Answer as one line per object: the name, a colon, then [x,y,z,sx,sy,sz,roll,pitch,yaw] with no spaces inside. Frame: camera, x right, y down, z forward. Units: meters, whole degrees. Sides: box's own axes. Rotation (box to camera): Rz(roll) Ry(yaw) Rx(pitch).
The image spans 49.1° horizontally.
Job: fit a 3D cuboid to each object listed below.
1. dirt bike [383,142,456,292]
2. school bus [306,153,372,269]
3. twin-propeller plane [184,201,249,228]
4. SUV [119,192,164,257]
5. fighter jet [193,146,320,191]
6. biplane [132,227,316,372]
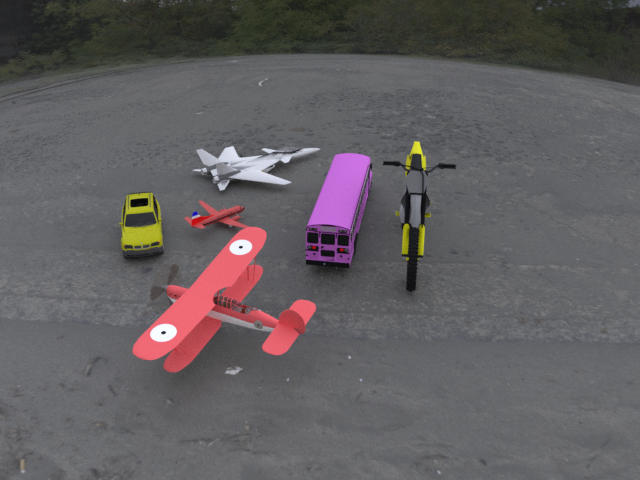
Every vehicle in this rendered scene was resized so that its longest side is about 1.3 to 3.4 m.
dirt bike: [1.440,-0.527,10.562,1.024,1.666,2.903,3,29,6]
school bus: [0.387,-0.630,11.591,0.709,0.844,3.322,5,29,8]
twin-propeller plane: [-1.692,-0.431,11.682,1.095,0.407,1.370,-25,38,-37]
SUV: [-2.863,-0.273,11.221,0.656,0.580,1.572,-6,30,-11]
fighter jet: [-1.072,-1.659,13.731,2.640,0.557,2.229,-19,34,-30]
biplane: [-1.137,0.894,8.716,2.120,0.981,2.598,14,32,23]
